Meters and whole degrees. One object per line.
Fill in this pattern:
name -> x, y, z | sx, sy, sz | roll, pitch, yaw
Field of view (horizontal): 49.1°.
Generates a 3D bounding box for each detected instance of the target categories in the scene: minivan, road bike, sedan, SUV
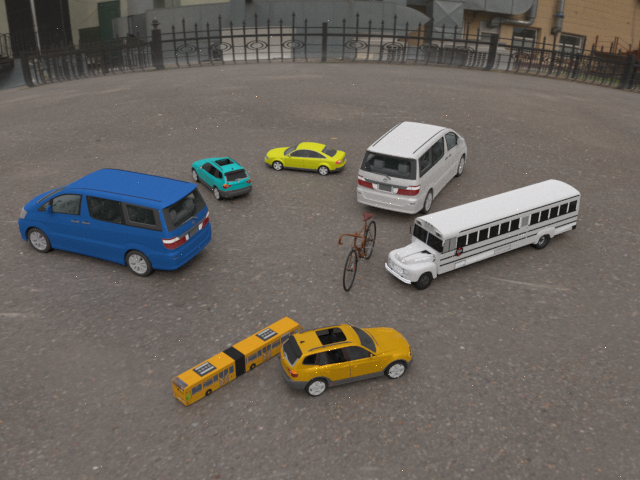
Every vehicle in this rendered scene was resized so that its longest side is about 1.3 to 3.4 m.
minivan -> 1.748, -1.468, 12.606 | 1.324, 1.197, 3.011 | 14, 31, 24
road bike -> 0.586, 0.101, 10.055 | 0.358, 0.852, 1.545 | 10, 30, 18
sedan -> -0.294, -1.637, 13.671 | 1.613, 0.483, 0.635 | 7, 29, 13
minivan -> -3.180, -0.393, 10.607 | 3.011, 1.197, 1.324 | 11, 30, 20
SUV -> 0.303, 1.301, 8.111 | 1.572, 0.580, 0.656 | -9, 30, -16
SUV -> -1.815, -1.229, 12.811 | 0.656, 0.580, 1.572 | -17, 32, -28

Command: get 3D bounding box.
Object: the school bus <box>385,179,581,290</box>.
school bus -> 2.476, -0.135, 10.500 | 3.322, 0.844, 0.709 | -16, 32, -27

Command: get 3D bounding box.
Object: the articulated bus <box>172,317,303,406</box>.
articulated bus -> -0.935, 1.395, 8.244 | 0.311, 0.289, 1.749 | 25, 37, 38
